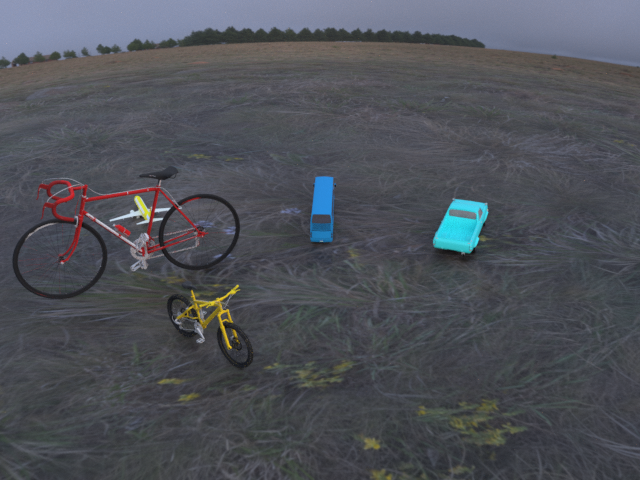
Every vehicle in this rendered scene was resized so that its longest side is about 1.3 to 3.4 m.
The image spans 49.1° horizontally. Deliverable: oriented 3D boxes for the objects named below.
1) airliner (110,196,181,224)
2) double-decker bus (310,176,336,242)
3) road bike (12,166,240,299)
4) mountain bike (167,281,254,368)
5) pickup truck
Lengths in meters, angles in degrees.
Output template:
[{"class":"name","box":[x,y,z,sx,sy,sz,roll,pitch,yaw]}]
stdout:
[{"class":"airliner","box":[-2.875,-0.565,11.408,1.161,0.429,1.307,-12,30,-22]},{"class":"double-decker bus","box":[0.051,-0.528,11.215,0.389,0.541,1.672,1,28,2]},{"class":"road bike","box":[-2.505,-0.145,9.274,3.004,1.656,0.697,-12,30,-22]},{"class":"mountain bike","box":[-1.307,0.915,8.091,1.469,0.868,0.573,22,35,36]},{"class":"pickup truck","box":[2.179,-0.262,10.738,0.640,0.511,1.603,10,29,18]}]
